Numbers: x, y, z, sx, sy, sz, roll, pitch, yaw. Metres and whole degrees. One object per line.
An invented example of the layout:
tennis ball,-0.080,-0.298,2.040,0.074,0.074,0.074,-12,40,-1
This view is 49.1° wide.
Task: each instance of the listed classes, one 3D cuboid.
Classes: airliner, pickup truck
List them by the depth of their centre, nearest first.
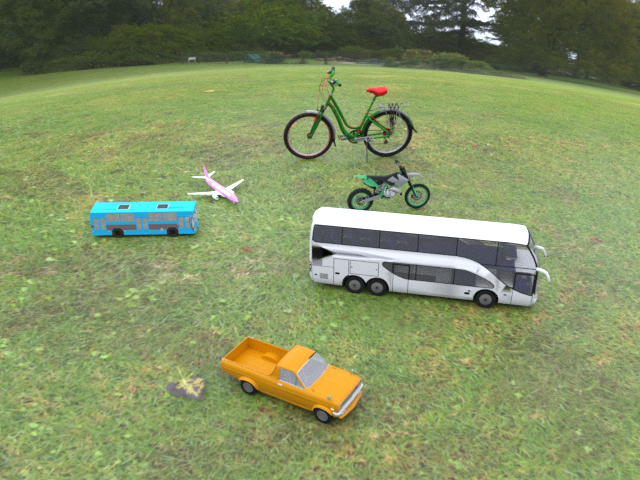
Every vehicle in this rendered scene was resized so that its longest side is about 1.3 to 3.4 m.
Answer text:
pickup truck,-0.328,1.484,7.838,1.603,0.511,0.640,14,30,26
airliner,-1.842,-1.024,12.844,1.161,0.429,1.307,-18,32,-32

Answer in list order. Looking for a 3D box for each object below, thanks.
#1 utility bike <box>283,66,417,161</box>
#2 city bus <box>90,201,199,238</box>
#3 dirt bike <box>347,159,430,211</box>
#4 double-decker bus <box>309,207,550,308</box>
utility bike,0.651,-2.474,14.136,2.791,1.839,1.039,-3,27,-6
city bus,-2.860,-0.336,11.462,1.674,0.460,0.476,-1,27,-2
dirt bike,1.205,-0.903,12.136,1.493,0.857,0.527,-5,27,-9
double-decker bus,1.473,0.232,9.697,3.251,1.052,0.756,6,28,11
